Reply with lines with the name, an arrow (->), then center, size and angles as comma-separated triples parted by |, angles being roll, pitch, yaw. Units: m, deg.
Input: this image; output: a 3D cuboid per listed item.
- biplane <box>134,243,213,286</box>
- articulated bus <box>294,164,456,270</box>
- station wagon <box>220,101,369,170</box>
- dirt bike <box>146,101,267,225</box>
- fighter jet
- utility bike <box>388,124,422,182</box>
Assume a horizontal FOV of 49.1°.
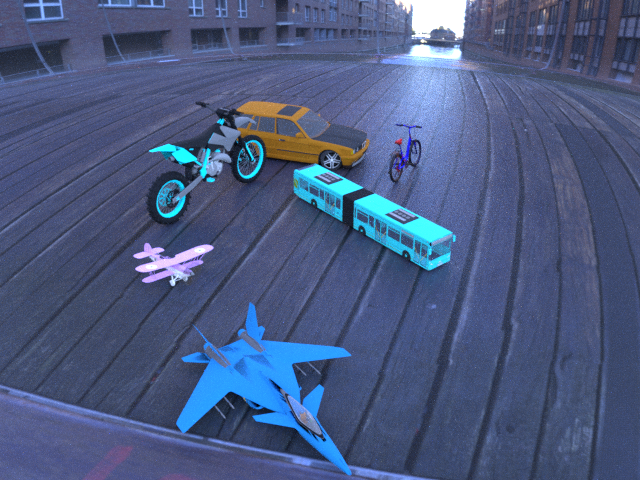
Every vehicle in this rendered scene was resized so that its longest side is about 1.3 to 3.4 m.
biplane -> -2.176, 0.329, 10.129 | 1.090, 0.504, 1.336 | 22, 36, 33
articulated bus -> 0.759, -0.454, 11.463 | 0.605, 0.561, 3.401 | -21, 36, -33
station wagon -> -0.545, -2.180, 14.165 | 3.105, 0.920, 1.327 | 10, 31, 18
dirt bike -> -1.907, -1.422, 12.055 | 1.024, 1.666, 2.903 | 20, 35, 31
fighter jet -> -0.459, 1.637, 7.749 | 2.229, 0.557, 2.640 | -19, 35, -30
utility bike -> 1.583, -1.699, 13.284 | 0.535, 0.946, 1.435 | 16, 33, 27
